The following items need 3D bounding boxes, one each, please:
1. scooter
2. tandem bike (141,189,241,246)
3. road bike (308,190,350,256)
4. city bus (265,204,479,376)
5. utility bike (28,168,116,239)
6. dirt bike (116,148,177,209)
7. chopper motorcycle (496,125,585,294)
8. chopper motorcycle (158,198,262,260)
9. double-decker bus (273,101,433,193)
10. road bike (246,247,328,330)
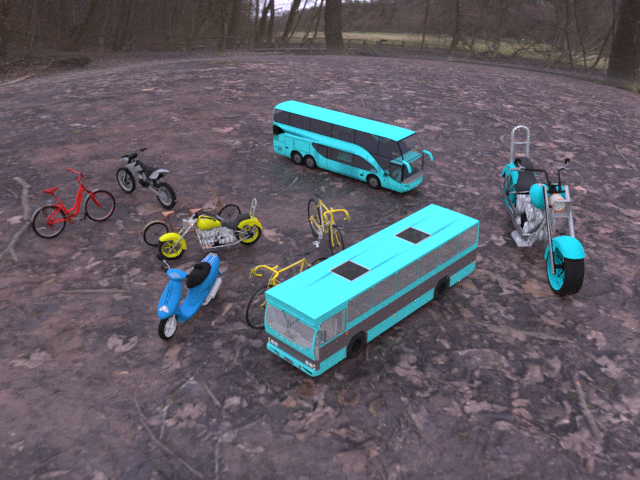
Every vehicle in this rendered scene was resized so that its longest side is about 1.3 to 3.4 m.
[{"bbox_3d":[-1.633,0.564,8.782,0.662,0.919,1.399,12,30,21],"label":"scooter"},{"bbox_3d":[-1.967,-0.355,10.742,1.642,0.682,0.283,-16,32,-27],"label":"tandem bike"},{"bbox_3d":[0.075,-0.246,10.361,0.358,0.852,1.545,-10,30,-17],"label":"road bike"},{"bbox_3d":[0.764,0.548,8.839,0.926,0.894,3.255,24,37,37],"label":"city bus"},{"bbox_3d":[-3.905,-0.603,10.925,1.435,0.946,0.535,-24,36,-37],"label":"utility bike"},{"bbox_3d":[-2.988,-1.058,11.866,1.493,0.857,0.527,20,34,32],"label":"dirt bike"},{"bbox_3d":[3.219,-0.512,10.193,0.906,1.480,3.040,-1,28,-2],"label":"chopper motorcycle"},{"bbox_3d":[-1.614,-0.164,10.303,1.563,0.761,0.466,-10,30,-18],"label":"chopper motorcycle"},{"bbox_3d":[0.496,-1.740,12.928,3.251,1.052,0.756,21,35,34],"label":"double-decker bus"},{"bbox_3d":[-0.356,0.555,8.871,0.358,0.852,1.545,25,37,38],"label":"road bike"}]
